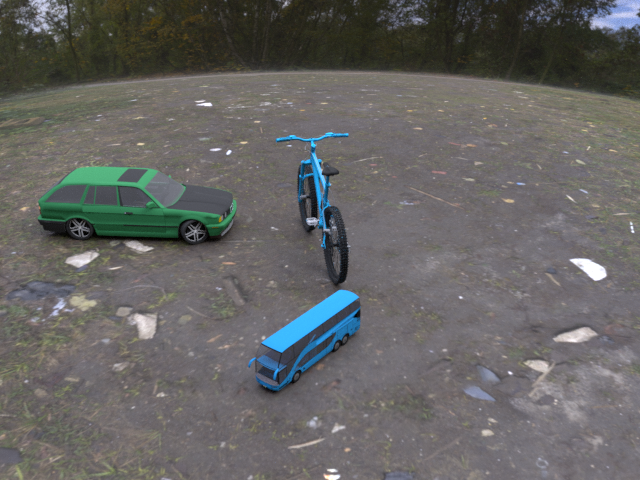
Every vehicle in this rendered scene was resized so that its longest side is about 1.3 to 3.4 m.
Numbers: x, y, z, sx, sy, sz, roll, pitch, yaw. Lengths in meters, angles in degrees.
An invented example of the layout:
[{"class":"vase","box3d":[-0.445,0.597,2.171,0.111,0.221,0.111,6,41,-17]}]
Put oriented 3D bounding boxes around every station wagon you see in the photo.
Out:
[{"class":"station wagon","box3d":[-2.918,-0.630,11.363,3.105,0.920,1.327,2,26,4]}]

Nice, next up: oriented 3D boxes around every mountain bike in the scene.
[{"class":"mountain bike","box3d":[0.004,-0.582,10.393,1.114,1.688,2.857,-6,27,-12]}]

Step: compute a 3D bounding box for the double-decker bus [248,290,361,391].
[{"class":"double-decker bus","box3d":[-0.123,1.156,8.154,0.389,0.541,1.672,19,32,33]}]
